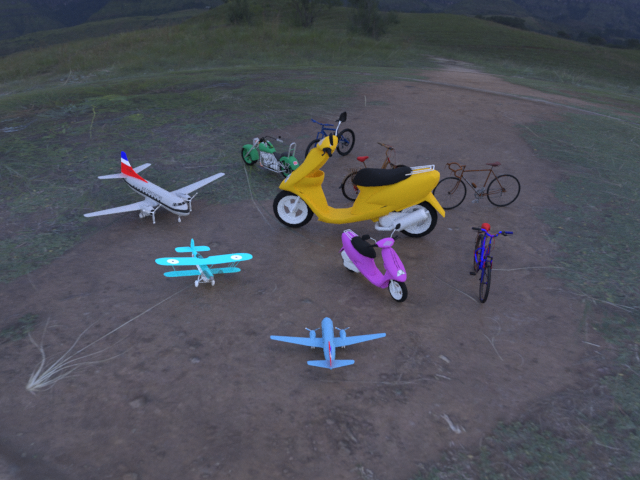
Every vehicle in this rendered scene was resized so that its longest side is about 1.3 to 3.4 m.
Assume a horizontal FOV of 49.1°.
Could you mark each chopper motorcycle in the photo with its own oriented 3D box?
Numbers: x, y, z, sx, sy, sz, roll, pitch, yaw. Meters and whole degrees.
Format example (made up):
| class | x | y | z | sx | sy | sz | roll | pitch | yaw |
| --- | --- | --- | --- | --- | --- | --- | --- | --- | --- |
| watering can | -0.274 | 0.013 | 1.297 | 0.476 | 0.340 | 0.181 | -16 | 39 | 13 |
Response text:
| class | x | y | z | sx | sy | sz | roll | pitch | yaw |
| --- | --- | --- | --- | --- | --- | --- | --- | --- | --- |
| chopper motorcycle | -0.972 | -1.652 | 13.341 | 0.466 | 0.761 | 1.563 | -24 | 35 | -39 |

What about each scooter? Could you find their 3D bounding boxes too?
| class | x | y | z | sx | sy | sz | roll | pitch | yaw |
| --- | --- | --- | --- | --- | --- | --- | --- | --- | --- |
| scooter | 0.718 | 0.207 | 9.488 | 0.662 | 0.919 | 1.399 | -18 | 32 | -32 |
| scooter | 0.582 | -0.925 | 10.767 | 2.721 | 1.786 | 1.288 | 5 | 27 | 9 |

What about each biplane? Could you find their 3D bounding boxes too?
| class | x | y | z | sx | sy | sz | roll | pitch | yaw |
| --- | --- | --- | --- | --- | --- | --- | --- | --- | --- |
| biplane | -1.631 | 0.317 | 9.730 | 1.336 | 0.504 | 1.090 | -12 | 29 | -22 |

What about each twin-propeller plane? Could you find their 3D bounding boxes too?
| class | x | y | z | sx | sy | sz | roll | pitch | yaw |
| --- | --- | --- | --- | --- | --- | --- | --- | --- | --- |
| twin-propeller plane | 0.101 | 1.152 | 8.186 | 1.370 | 0.407 | 1.095 | -1 | 27 | -2 |
| twin-propeller plane | -2.826 | -0.896 | 11.812 | 2.663 | 0.792 | 2.129 | -23 | 35 | -38 |

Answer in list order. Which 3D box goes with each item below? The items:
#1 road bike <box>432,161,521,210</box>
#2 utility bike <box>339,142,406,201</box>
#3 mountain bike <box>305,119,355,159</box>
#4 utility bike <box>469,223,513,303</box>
| class | x | y | z | sx | sy | sz | roll | pitch | yaw |
| --- | --- | --- | --- | --- | --- | --- | --- | --- | --- |
| road bike | 2.655 | -0.927 | 11.807 | 1.545 | 0.852 | 0.358 | -3 | 27 | -7 |
| utility bike | 0.965 | -1.211 | 12.264 | 1.435 | 0.946 | 0.535 | -10 | 29 | -20 |
| mountain bike | 0.214 | -1.978 | 13.869 | 0.573 | 0.868 | 1.469 | 22 | 34 | 37 |
| utility bike | 2.269 | 0.188 | 9.497 | 0.535 | 0.946 | 1.435 | 3 | 27 | 5 |
